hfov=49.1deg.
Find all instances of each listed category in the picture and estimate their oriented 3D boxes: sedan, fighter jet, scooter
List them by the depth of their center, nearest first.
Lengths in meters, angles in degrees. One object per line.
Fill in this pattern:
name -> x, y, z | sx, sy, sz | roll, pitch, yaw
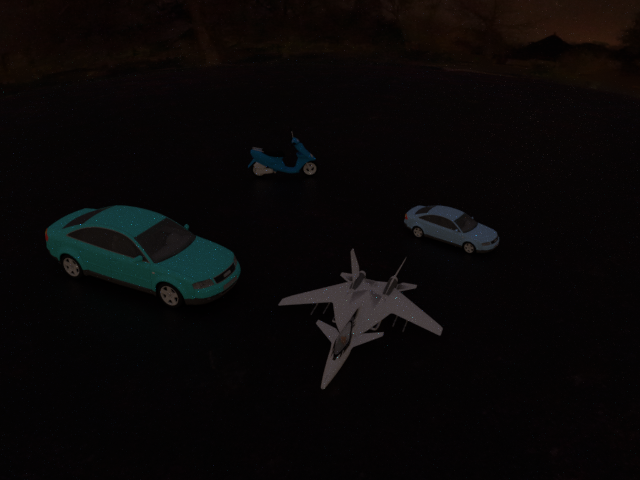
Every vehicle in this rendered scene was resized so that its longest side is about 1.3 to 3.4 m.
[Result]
fighter jet -> 0.446, 0.985, 9.096 | 2.229, 0.557, 2.640 | 9, 29, 16
sedan -> -2.647, 0.108, 10.356 | 3.137, 0.940, 1.235 | 13, 30, 24
sedan -> 2.159, -0.232, 11.497 | 1.613, 0.483, 0.635 | 19, 33, 32
scooter -> -0.727, -1.676, 13.782 | 1.399, 0.919, 0.662 | -1, 28, -2
